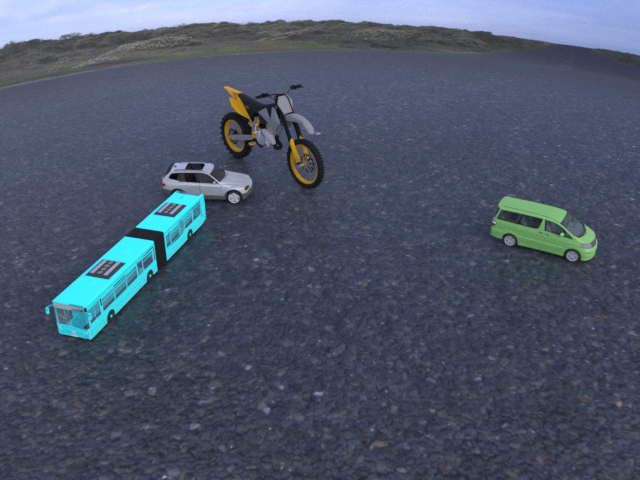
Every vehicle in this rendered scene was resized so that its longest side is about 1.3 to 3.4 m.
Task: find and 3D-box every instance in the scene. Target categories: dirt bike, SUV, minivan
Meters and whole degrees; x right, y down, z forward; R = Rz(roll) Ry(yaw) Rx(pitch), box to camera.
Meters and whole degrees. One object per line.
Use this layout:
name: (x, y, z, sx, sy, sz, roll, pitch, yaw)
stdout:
dirt bike: (-0.934, -2.023, 12.846, 1.024, 1.666, 2.903, -25, 38, -37)
SUV: (-1.964, -1.022, 12.169, 1.572, 0.580, 0.656, 1, 29, 2)
minivan: (3.416, -0.178, 10.629, 1.548, 0.616, 0.681, 16, 33, 26)

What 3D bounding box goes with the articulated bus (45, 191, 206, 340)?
articulated bus: (-2.575, 0.225, 9.966, 0.605, 0.561, 3.401, 8, 30, 15)
